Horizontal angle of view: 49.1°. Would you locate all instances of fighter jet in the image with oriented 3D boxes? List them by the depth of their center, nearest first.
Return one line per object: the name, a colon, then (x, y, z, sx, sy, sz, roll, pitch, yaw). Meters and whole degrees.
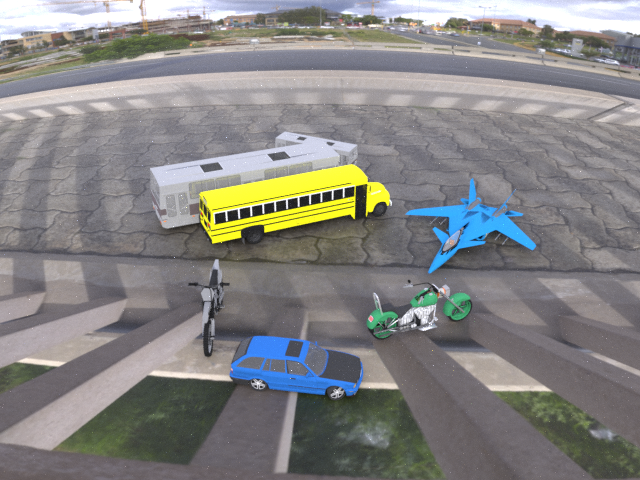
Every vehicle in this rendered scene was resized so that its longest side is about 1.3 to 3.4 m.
fighter jet: (2.338, -0.209, 11.345, 2.229, 0.557, 2.640, 18, 34, 28)

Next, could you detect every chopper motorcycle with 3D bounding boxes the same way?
chopper motorcycle: (1.344, 0.874, 9.270, 1.563, 0.761, 0.466, -12, 32, -20)

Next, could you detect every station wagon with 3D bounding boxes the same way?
station wagon: (-0.272, 1.500, 8.476, 1.597, 0.473, 0.682, 5, 30, 8)

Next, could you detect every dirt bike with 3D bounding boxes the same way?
dirt bike: (-1.413, 0.831, 9.248, 0.527, 0.857, 1.493, 0, 30, 0)

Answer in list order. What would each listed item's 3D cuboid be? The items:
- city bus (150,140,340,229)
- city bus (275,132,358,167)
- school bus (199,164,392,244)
city bus: (-1.269, -0.971, 12.324, 3.255, 0.894, 0.926, -12, 32, -20)
city bus: (-0.081, -1.783, 14.160, 1.674, 0.460, 0.476, 14, 33, 22)
school bus: (-0.338, -0.638, 11.799, 3.322, 0.844, 0.709, -13, 32, -21)
